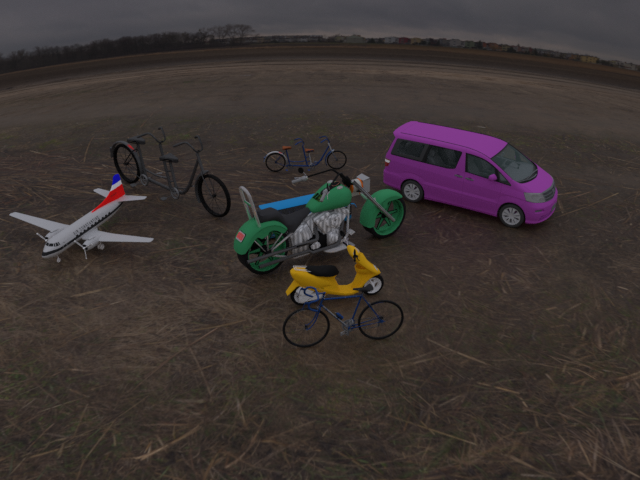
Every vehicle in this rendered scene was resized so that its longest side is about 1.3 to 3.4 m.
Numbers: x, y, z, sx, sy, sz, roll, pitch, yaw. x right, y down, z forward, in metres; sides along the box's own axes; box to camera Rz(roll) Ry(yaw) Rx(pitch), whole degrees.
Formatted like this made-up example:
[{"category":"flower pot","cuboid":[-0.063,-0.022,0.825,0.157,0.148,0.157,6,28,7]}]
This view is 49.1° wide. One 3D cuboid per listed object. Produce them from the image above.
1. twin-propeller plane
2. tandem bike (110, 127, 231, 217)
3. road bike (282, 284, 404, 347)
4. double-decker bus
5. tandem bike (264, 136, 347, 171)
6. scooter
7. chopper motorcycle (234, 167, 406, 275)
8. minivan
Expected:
[{"category":"twin-propeller plane","cuboid":[-3.714,-0.347,11.118,2.663,0.792,2.129,10,30,18]},{"category":"tandem bike","cuboid":[-2.737,-1.341,12.399,3.192,1.326,0.550,21,35,33]},{"category":"road bike","cuboid":[0.298,0.934,8.679,1.545,0.852,0.358,-5,29,-9]},{"category":"double-decker bus","cuboid":[-0.215,-0.445,11.564,1.672,0.541,0.389,-14,31,-24]},{"category":"tandem bike","cuboid":[-0.288,-1.673,13.695,1.642,0.682,0.283,-3,28,-5]},{"category":"scooter","cuboid":[0.220,0.429,9.545,1.399,0.919,0.662,-7,29,-13]},{"category":"chopper motorcycle","cuboid":[0.083,-0.429,10.545,3.040,1.480,0.906,-18,33,-30]},{"category":"minivan","cuboid":[2.644,-1.206,12.285,3.011,1.197,1.324,17,33,28]}]
